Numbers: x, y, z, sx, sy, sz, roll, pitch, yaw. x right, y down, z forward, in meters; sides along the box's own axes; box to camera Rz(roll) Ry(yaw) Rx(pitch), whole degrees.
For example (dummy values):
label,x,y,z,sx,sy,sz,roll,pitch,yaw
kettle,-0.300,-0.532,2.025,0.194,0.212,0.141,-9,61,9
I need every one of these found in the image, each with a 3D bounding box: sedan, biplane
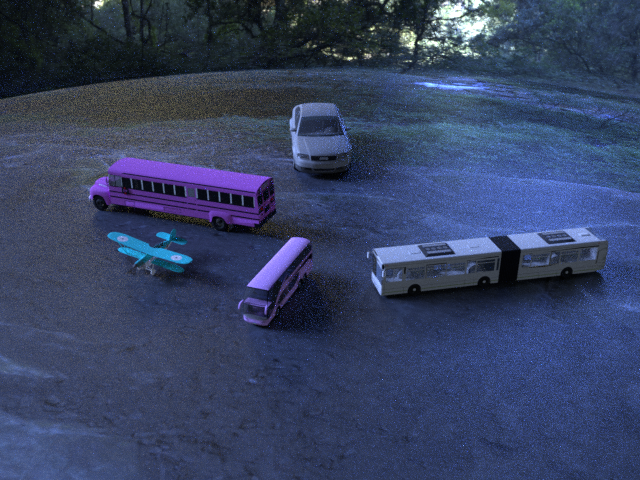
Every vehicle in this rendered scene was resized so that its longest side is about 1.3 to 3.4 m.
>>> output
label,x,y,z,sx,sy,sz,roll,pitch,yaw
sedan,-0.016,-2.251,14.520,1.235,0.940,3.137,-2,27,-3
biplane,-2.363,0.171,10.151,1.336,0.504,1.090,10,28,19

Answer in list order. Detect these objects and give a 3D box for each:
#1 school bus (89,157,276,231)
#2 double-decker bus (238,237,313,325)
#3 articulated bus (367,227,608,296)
label,x,y,z,sx,sy,sz,roll,pitch,yaw
school bus,-2.386,-0.803,11.724,3.322,0.844,0.709,9,28,18
double-decker bus,-0.545,0.542,9.365,0.389,0.541,1.672,10,28,18
articulated bus,2.382,0.285,9.858,3.401,0.561,0.605,-6,27,-11
